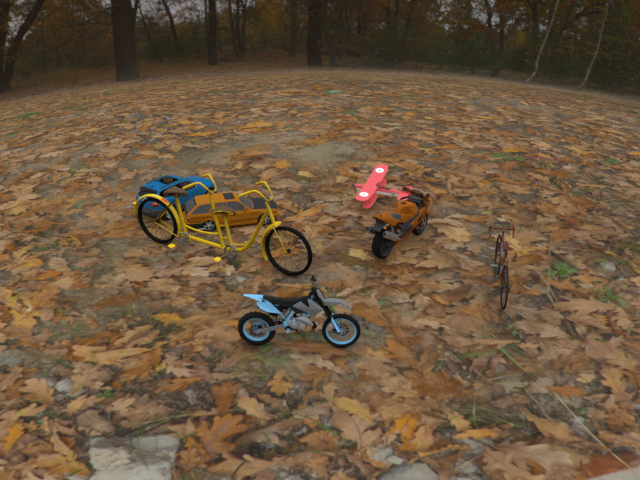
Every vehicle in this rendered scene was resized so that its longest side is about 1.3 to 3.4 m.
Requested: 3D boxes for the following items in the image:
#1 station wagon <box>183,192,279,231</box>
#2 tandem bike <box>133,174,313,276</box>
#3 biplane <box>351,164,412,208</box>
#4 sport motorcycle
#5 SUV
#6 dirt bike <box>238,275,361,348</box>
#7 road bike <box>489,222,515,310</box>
[{"bbox_3d":[-1.486,-0.529,11.762,1.597,0.473,0.682,-7,27,-14],"label":"station wagon"},{"bbox_3d":[-1.528,-0.323,10.374,3.192,1.326,0.550,13,29,24],"label":"tandem bike"},{"bbox_3d":[1.082,-0.877,12.437,1.090,0.504,1.336,10,28,20],"label":"biplane"},{"bbox_3d":[1.267,-0.282,10.864,0.506,0.821,1.520,19,32,34],"label":"sport motorcycle"},{"bbox_3d":[-2.514,-0.848,12.292,0.656,0.580,1.572,18,31,32],"label":"SUV"},{"bbox_3d":[-0.255,0.909,8.394,1.493,0.857,0.527,1,26,3],"label":"dirt bike"},{"bbox_3d":[2.508,0.307,9.629,0.358,0.852,1.545,4,26,7],"label":"road bike"}]
